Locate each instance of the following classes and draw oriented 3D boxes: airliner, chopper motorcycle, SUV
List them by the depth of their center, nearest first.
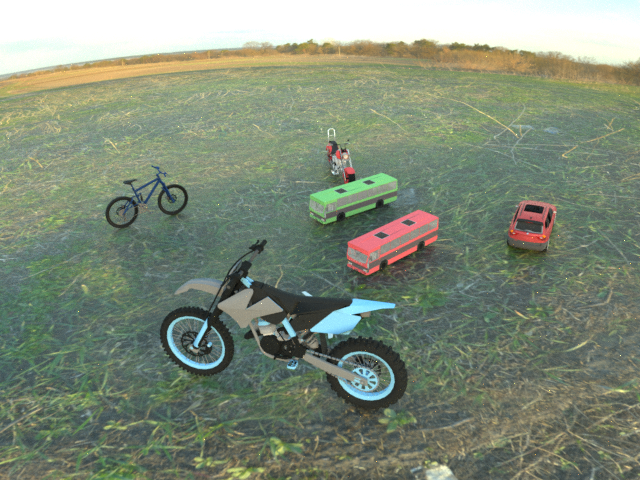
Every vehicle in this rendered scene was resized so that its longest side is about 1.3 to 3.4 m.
[{"bbox_3d":[0.091,0.862,9.194,1.307,0.429,1.161,-8,28,-16],"label":"airliner"},{"bbox_3d":[3.456,-0.327,11.338,0.656,0.580,1.572,11,29,20],"label":"SUV"},{"bbox_3d":[0.400,-1.591,13.595,0.466,0.761,1.563,-7,28,-13],"label":"chopper motorcycle"}]

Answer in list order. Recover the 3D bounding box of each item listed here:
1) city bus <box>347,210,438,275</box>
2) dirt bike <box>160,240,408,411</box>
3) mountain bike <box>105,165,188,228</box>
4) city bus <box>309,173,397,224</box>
[{"bbox_3d":[1.139,0.037,10.764,1.674,0.460,0.476,-24,36,-38],"label":"city bus"},{"bbox_3d":[-0.464,0.981,7.614,2.903,1.666,1.024,8,28,15],"label":"dirt bike"},{"bbox_3d":[-2.909,-0.714,11.775,1.469,0.868,0.573,-18,32,-30],"label":"mountain bike"},{"bbox_3d":[0.601,-0.719,12.231,1.674,0.460,0.476,-19,33,-33],"label":"city bus"}]
